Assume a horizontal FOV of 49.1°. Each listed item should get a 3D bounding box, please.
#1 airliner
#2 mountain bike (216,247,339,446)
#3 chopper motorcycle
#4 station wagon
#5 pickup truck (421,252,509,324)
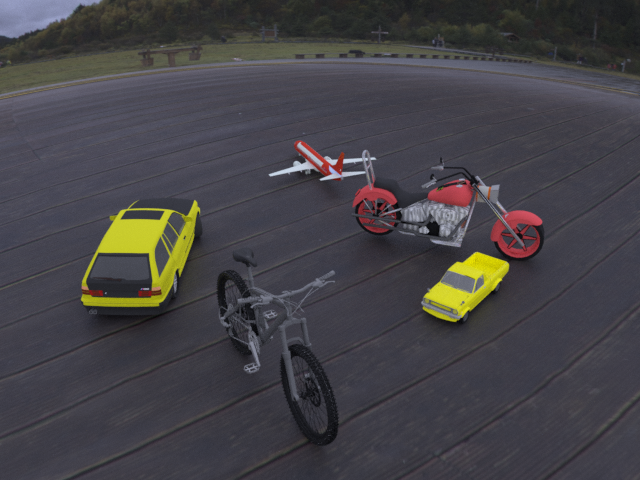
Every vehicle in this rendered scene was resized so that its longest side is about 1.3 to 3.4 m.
[{"bbox_3d":[-0.036,-1.725,13.868,2.257,0.835,2.541,-11,30,-20],"label":"airliner"},{"bbox_3d":[-0.579,0.997,7.865,1.114,1.688,2.857,-15,32,-26],"label":"mountain bike"},{"bbox_3d":[1.993,-0.551,10.984,3.040,1.480,0.906,9,29,16],"label":"chopper motorcycle"},{"bbox_3d":[-2.601,-0.006,10.558,1.327,0.920,3.105,1,28,1],"label":"station wagon"},{"bbox_3d":[2.074,0.598,9.862,0.640,0.511,1.603,20,34,33],"label":"pickup truck"}]
